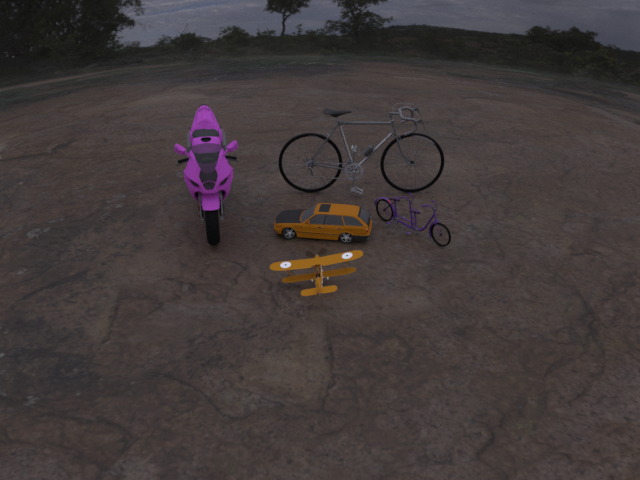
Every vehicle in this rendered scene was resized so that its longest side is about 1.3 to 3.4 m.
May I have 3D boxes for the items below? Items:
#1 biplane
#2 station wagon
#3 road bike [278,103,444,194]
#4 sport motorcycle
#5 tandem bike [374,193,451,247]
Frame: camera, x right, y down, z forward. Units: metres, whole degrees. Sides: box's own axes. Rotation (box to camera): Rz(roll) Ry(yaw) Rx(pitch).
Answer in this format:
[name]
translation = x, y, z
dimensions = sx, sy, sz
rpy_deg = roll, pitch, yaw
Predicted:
[biplane]
translation = -0.048, 0.493, 9.926
dimensions = 1.336, 0.504, 1.090
rpy_deg = -1, 29, -2
[station wagon]
translation = 0.045, -0.320, 11.448
dimensions = 1.597, 0.473, 0.682
rpy_deg = 4, 29, 7
[road bike]
translation = 0.750, -1.608, 12.573
dimensions = 3.004, 1.656, 0.697
rpy_deg = 0, 29, 0
[sport motorcycle]
translation = -1.881, -1.164, 11.822
dimensions = 0.983, 1.596, 2.955
rpy_deg = -5, 29, -8
[tandem bike]
translation = 1.493, -0.425, 11.423
dimensions = 0.283, 0.682, 1.642
rpy_deg = -24, 37, -36
